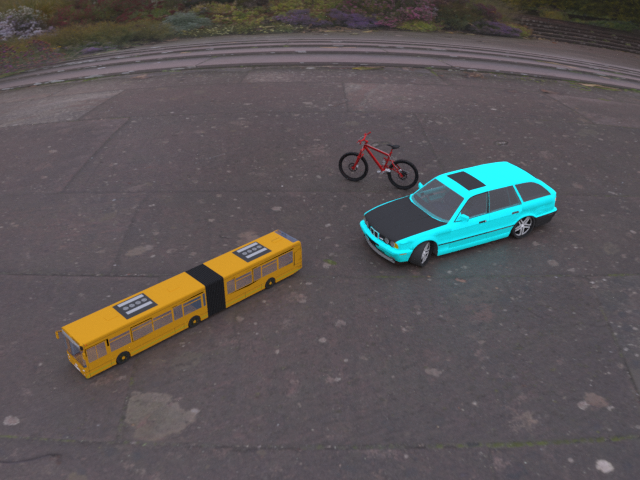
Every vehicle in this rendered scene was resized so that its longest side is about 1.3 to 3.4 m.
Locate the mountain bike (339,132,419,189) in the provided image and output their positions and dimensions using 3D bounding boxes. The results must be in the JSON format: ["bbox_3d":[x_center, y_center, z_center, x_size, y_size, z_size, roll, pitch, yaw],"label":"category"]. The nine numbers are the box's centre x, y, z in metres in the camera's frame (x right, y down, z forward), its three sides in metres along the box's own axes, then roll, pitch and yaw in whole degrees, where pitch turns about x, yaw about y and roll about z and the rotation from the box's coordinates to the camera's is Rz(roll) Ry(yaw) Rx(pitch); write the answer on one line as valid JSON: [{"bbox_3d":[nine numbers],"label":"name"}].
[{"bbox_3d":[1.020,-1.356,12.254,1.469,0.868,0.573,11,32,18],"label":"mountain bike"}]

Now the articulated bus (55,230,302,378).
[{"bbox_3d":[-1.643,0.727,9.044,3.401,0.561,0.605,-26,39,-36],"label":"articulated bus"}]

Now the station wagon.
[{"bbox_3d":[2.140,-0.498,10.756,3.105,0.920,1.327,-14,34,-23],"label":"station wagon"}]
